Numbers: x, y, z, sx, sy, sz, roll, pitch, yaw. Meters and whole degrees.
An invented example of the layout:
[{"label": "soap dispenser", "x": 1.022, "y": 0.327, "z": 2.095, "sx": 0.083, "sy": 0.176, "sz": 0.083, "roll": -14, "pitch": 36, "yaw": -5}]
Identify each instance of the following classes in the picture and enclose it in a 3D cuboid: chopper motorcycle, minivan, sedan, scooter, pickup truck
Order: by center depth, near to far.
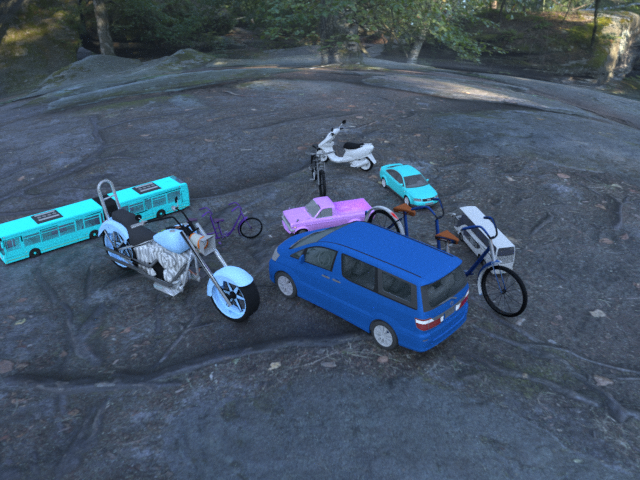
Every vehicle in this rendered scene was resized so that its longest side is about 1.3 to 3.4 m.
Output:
[{"label": "minivan", "x": 0.585, "y": 0.451, "z": 9.854, "sx": 3.011, "sy": 1.197, "sz": 1.324, "roll": 24, "pitch": 36, "yaw": 37}, {"label": "chopper motorcycle", "x": -2.141, "y": 0.127, "z": 10.155, "sx": 3.040, "sy": 1.480, "sz": 0.906, "roll": 18, "pitch": 33, "yaw": 30}, {"label": "pickup truck", "x": 0.145, "y": -0.462, "z": 12.259, "sx": 1.603, "sy": 0.511, "sz": 0.640, "roll": -9, "pitch": 30, "yaw": -16}, {"label": "sedan", "x": 1.703, "y": -1.105, "z": 13.474, "sx": 0.635, "sy": 0.483, "sz": 1.613, "roll": -11, "pitch": 30, "yaw": -20}, {"label": "scooter", "x": 0.523, "y": -1.950, "z": 14.579, "sx": 1.399, "sy": 0.919, "sz": 0.662, "roll": 14, "pitch": 31, "yaw": 24}]

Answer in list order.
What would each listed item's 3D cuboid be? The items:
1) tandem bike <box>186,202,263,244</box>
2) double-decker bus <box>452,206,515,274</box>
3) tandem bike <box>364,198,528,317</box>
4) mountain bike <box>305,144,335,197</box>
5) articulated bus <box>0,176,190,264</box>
[{"label": "tandem bike", "x": -1.766, "y": -0.243, "z": 11.675, "sx": 1.642, "sy": 0.682, "sz": 0.283, "roll": -8, "pitch": 29, "yaw": -14}, {"label": "double-decker bus", "x": 2.653, "y": -0.041, "z": 11.450, "sx": 0.389, "sy": 0.541, "sz": 1.672, "roll": -6, "pitch": 29, "yaw": -11}, {"label": "tandem bike", "x": 1.787, "y": 0.044, "z": 10.470, "sx": 0.550, "sy": 1.326, "sz": 3.192, "roll": -22, "pitch": 35, "yaw": -35}, {"label": "mountain bike", "x": -0.039, "y": -1.403, "z": 13.621, "sx": 0.573, "sy": 0.868, "sz": 1.469, "roll": -5, "pitch": 29, "yaw": -9}, {"label": "articulated bus", "x": -3.870, "y": -0.403, "z": 12.097, "sx": 3.401, "sy": 0.561, "sz": 0.605, "roll": -21, "pitch": 35, "yaw": -34}]
